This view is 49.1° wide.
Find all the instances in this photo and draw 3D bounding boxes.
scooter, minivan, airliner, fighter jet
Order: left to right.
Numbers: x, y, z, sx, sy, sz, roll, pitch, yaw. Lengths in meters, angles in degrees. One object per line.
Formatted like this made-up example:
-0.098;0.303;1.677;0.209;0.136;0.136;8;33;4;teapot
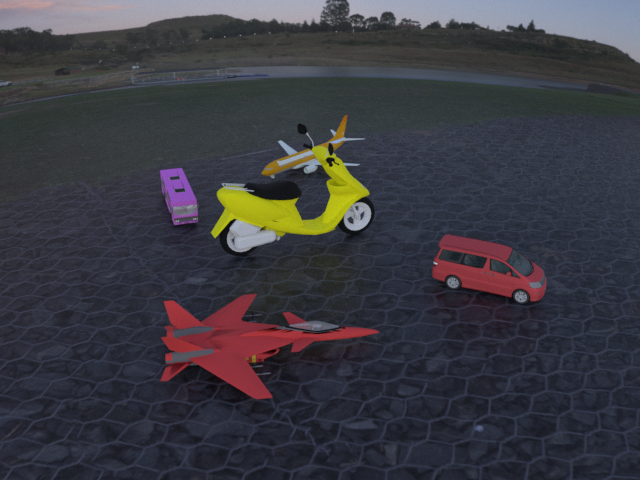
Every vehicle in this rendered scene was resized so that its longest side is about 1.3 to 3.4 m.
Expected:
-0.568;1.073;8.417;2.640;0.557;2.229;-4;26;-8;fighter jet
-0.359;-0.731;10.745;2.721;1.786;1.288;-11;28;-21;scooter
-0.255;-1.894;14.252;2.257;0.835;2.541;22;33;38;airliner
2.375;0.384;9.778;1.548;0.616;0.681;11;28;22;minivan

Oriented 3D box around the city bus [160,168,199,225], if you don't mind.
-2.497;-0.769;12.351;0.476;0.460;1.674;-8;27;-17;city bus
